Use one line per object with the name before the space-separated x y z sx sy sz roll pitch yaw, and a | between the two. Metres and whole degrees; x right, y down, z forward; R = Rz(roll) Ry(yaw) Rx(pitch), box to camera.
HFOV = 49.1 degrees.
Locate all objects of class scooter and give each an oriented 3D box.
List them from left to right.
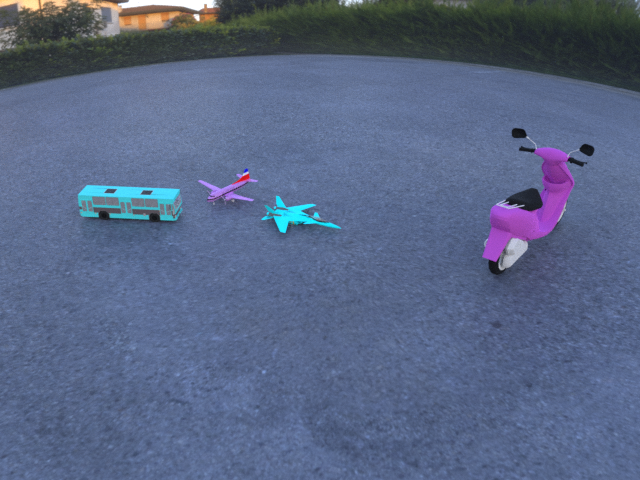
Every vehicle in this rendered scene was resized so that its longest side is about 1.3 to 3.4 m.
scooter | 3.265 -0.643 10.638 1.288 1.786 2.721 22 36 34

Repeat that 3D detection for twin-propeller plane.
twin-propeller plane | -1.642 -0.957 12.625 1.370 0.407 1.095 21 35 33

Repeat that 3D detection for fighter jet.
fighter jet | -0.261 -0.414 11.770 1.358 0.286 1.147 13 32 23

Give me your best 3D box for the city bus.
city bus | -3.229 -0.614 11.953 1.674 0.460 0.476 3 29 5
